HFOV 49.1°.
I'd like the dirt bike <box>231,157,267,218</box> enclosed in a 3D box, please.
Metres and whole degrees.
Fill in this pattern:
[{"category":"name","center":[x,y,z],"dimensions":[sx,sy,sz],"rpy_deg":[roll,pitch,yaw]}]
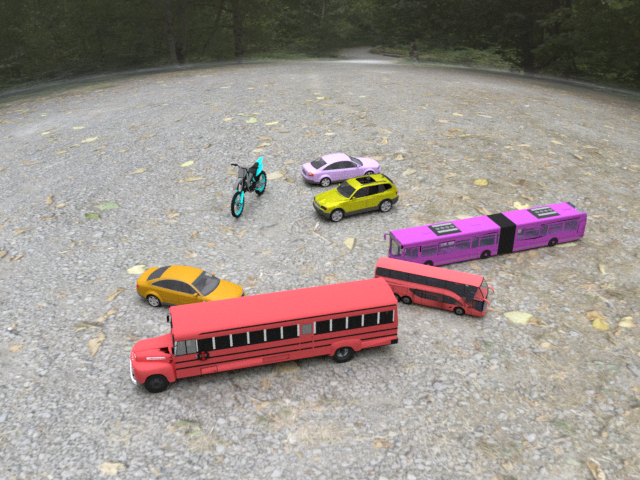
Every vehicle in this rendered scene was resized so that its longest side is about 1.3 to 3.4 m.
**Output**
[{"category":"dirt bike","center":[-1.282,-1.021,12.697],"dimensions":[0.527,0.857,1.493],"rpy_deg":[9,30,16]}]

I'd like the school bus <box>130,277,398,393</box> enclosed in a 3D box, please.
[{"category":"school bus","center":[-0.689,1.145,8.724],"dimensions":[3.322,0.844,0.709],"rpy_deg":[-7,29,-13]}]

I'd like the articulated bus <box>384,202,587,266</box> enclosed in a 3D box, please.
[{"category":"articulated bus","center":[2.706,-0.073,11.261],"dimensions":[3.401,0.561,0.605],"rpy_deg":[-9,30,-17]}]

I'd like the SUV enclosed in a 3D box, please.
[{"category":"SUV","center":[0.645,-0.797,12.573],"dimensions":[1.572,0.580,0.656],"rpy_deg":[-12,31,-21]}]

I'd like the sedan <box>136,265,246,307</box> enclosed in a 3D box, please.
[{"category":"sedan","center":[-1.836,0.677,9.964],"dimensions":[1.613,0.483,0.635],"rpy_deg":[9,30,16]}]

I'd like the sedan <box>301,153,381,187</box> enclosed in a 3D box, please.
[{"category":"sedan","center":[0.431,-1.441,13.860],"dimensions":[1.613,0.483,0.635],"rpy_deg":[-10,30,-17]}]

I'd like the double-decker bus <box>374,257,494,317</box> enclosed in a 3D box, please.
[{"category":"double-decker bus","center":[1.594,0.668,9.919],"dimensions":[1.672,0.541,0.389],"rpy_deg":[11,30,19]}]
